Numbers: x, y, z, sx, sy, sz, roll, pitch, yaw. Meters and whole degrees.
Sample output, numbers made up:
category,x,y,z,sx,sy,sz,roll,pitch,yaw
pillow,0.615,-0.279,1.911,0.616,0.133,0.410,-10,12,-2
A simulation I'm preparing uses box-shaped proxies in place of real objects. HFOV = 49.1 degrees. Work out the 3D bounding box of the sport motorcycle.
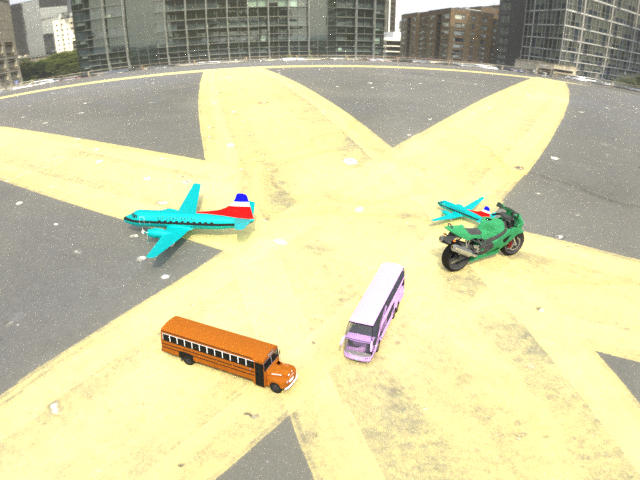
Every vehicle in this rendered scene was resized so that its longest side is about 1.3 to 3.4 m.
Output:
category,x,y,z,sx,sy,sz,roll,pitch,yaw
sport motorcycle,2.429,-0.027,10.323,1.520,0.821,0.506,-13,31,-23

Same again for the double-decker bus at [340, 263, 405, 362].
category,x,y,z,sx,sy,sz,roll,pitch,yaw
double-decker bus,0.709,0.903,8.872,0.389,0.541,1.672,10,30,18

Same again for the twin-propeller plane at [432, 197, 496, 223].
category,x,y,z,sx,sy,sz,roll,pitch,yaw
twin-propeller plane,2.396,-0.521,11.693,1.370,0.407,1.095,-23,36,-36

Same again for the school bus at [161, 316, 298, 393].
category,x,y,z,sx,sy,sz,roll,pitch,yaw
school bus,-1.068,1.325,8.193,1.708,0.434,0.365,13,31,22

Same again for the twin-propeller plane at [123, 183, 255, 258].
category,x,y,z,sx,sy,sz,roll,pitch,yaw
twin-propeller plane,-2.099,-0.411,11.078,2.129,0.792,2.663,3,28,5
